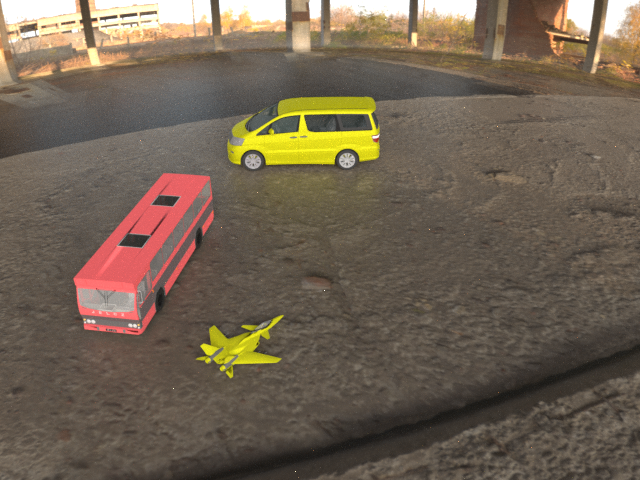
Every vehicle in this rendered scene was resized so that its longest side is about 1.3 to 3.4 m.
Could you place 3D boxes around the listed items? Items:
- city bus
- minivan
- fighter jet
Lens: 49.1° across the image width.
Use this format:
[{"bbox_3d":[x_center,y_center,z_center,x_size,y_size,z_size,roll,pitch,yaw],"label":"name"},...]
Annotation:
[{"bbox_3d":[-2.416,0.103,10.202,0.926,0.894,3.255,5,30,8],"label":"city bus"},{"bbox_3d":[-0.332,-2.142,13.827,3.011,1.197,1.324,-1,30,-1],"label":"minivan"},{"bbox_3d":[-0.894,1.203,8.890,1.147,0.286,1.358,20,35,31],"label":"fighter jet"}]
